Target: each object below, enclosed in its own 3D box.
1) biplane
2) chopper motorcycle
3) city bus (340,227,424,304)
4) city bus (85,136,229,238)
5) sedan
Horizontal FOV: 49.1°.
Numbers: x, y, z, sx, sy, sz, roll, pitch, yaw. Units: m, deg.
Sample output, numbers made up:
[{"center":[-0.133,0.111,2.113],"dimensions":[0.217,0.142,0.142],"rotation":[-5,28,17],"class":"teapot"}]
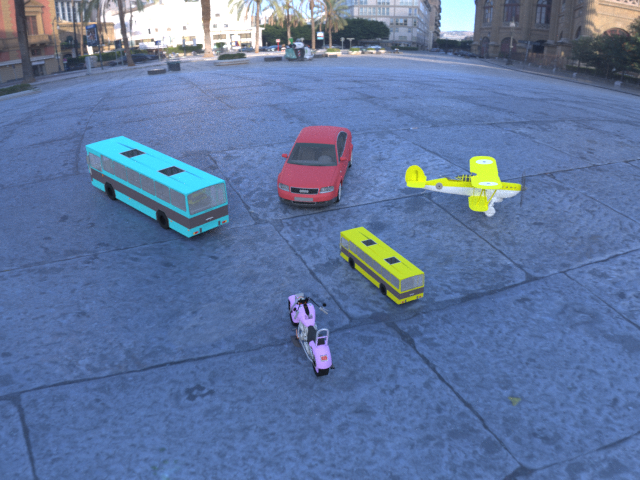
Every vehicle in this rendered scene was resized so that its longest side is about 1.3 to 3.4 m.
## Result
[{"center":[2.566,-0.971,12.357],"dimensions":[2.120,0.981,2.598],"rotation":[5,28,9],"class":"biplane"},{"center":[-0.154,1.036,8.704],"dimensions":[0.466,0.761,1.563],"rotation":[-7,28,-14],"class":"chopper motorcycle"},{"center":[0.879,0.367,10.331],"dimensions":[0.476,0.460,1.674],"rotation":[-14,30,-25],"class":"city bus"},{"center":[-2.959,-0.975,12.459],"dimensions":[0.926,0.894,3.255],"rotation":[-25,36,-39],"class":"city bus"},{"center":[-0.052,-1.584,13.590],"dimensions":[1.235,0.940,3.137],"rotation":[4,28,8],"class":"sedan"}]
